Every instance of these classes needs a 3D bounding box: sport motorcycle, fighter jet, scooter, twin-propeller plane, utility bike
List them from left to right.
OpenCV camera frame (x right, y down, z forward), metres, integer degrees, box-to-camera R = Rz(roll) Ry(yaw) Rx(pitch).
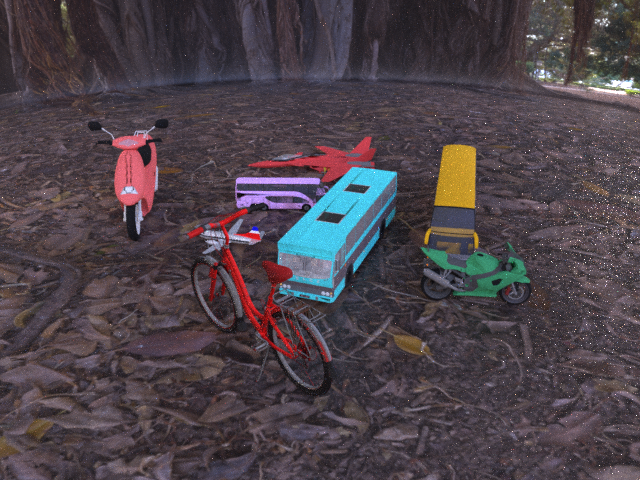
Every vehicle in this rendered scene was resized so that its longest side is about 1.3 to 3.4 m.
[{"bbox_3d":[-3.153,-1.269,12.007,1.288,1.786,2.721,-3,26,-7],"label":"scooter"},{"bbox_3d":[-1.444,-0.087,11.125,1.095,0.407,1.370,8,27,17],"label":"twin-propeller plane"},{"bbox_3d":[-0.811,0.648,7.905,1.039,1.839,2.791,-21,32,-37],"label":"utility bike"},{"bbox_3d":[-0.171,-1.713,14.377,2.640,0.557,2.229,-1,25,-3],"label":"fighter jet"},{"bbox_3d":[2.106,0.472,9.462,1.520,0.821,0.506,4,26,7],"label":"sport motorcycle"}]

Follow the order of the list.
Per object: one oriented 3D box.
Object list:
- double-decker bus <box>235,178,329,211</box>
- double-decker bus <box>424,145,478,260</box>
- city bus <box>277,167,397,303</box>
[{"bbox_3d":[-0.672,-0.826,12.526,1.672,0.541,0.389,0,25,1],"label":"double-decker bus"},{"bbox_3d":[2.198,-0.589,11.430,0.756,1.052,3.251,5,26,11],"label":"double-decker bus"},{"bbox_3d":[0.363,-0.157,10.704,0.926,0.894,3.255,9,27,19],"label":"city bus"}]
